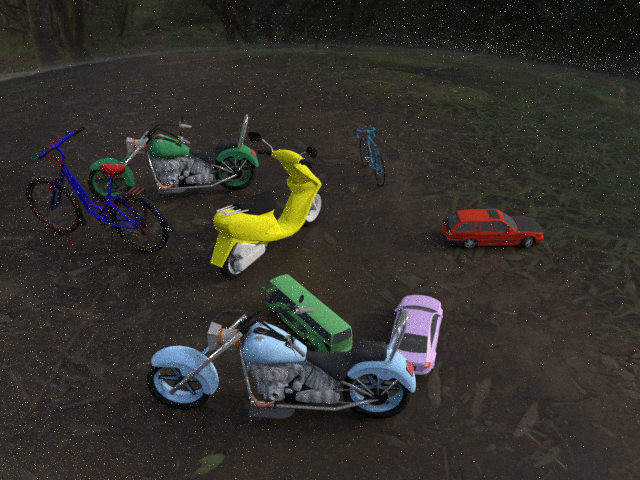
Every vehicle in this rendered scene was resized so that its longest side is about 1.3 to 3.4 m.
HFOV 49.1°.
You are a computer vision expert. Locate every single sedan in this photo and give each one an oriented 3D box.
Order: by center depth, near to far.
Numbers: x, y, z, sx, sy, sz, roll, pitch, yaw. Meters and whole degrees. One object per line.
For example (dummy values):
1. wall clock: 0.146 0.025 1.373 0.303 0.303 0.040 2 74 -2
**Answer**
1. sedan: 1.242 1.150 9.067 0.635 0.483 1.613 7 31 12

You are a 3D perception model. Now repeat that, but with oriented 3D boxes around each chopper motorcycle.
1. chopper motorcycle: -0.453 1.334 7.771 3.040 1.480 0.906 3 31 5
2. chopper motorcycle: -2.636 -1.470 12.539 3.040 1.480 0.906 -4 31 -7

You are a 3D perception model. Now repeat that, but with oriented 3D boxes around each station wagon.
1. station wagon: 2.825 -0.216 11.400 1.597 0.473 0.682 -1 30 -1

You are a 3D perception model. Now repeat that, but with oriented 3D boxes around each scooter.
1. scooter: -0.743 -0.616 10.784 1.288 1.786 2.721 19 35 29

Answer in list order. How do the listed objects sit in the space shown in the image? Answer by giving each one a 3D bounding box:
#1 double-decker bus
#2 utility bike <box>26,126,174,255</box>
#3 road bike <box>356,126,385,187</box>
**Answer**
1. double-decker bus: -0.193 0.999 9.267 0.389 0.541 1.672 -20 36 -30
2. utility bike: -3.569 -0.683 10.847 2.791 1.839 1.039 11 32 18
3. road bike: 1.001 -1.633 13.436 0.358 0.852 1.545 -7 31 -12
